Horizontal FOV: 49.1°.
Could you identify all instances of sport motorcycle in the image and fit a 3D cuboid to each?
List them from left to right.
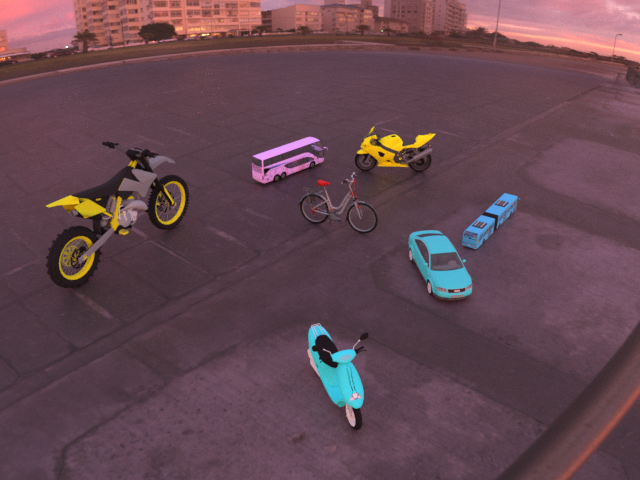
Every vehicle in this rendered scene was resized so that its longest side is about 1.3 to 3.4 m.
[{"bbox_3d":[1.431,-1.709,13.473,1.520,0.821,0.506,1,29,1],"label":"sport motorcycle"}]

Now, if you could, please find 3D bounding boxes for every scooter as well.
[{"bbox_3d":[0.164,1.386,7.828,0.662,0.919,1.399,-11,31,-19],"label":"scooter"}]

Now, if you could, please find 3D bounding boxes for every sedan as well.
[{"bbox_3d":[1.745,0.300,10.221,0.635,0.483,1.613,-5,30,-8],"label":"sedan"}]

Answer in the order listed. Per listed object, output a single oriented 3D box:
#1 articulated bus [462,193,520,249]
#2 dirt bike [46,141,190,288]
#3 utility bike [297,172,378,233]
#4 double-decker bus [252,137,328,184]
[{"bbox_3d":[2.827,-0.330,11.549,0.311,0.289,1.749,19,34,30],"label":"articulated bus"},{"bbox_3d":[-2.972,-0.512,10.463,1.024,1.666,2.903,16,33,26],"label":"dirt bike"},{"bbox_3d":[0.296,-0.646,11.440,1.435,0.946,0.535,12,31,20],"label":"utility bike"},{"bbox_3d":[-0.576,-1.559,13.491,1.672,0.541,0.389,-25,38,-37],"label":"double-decker bus"}]
